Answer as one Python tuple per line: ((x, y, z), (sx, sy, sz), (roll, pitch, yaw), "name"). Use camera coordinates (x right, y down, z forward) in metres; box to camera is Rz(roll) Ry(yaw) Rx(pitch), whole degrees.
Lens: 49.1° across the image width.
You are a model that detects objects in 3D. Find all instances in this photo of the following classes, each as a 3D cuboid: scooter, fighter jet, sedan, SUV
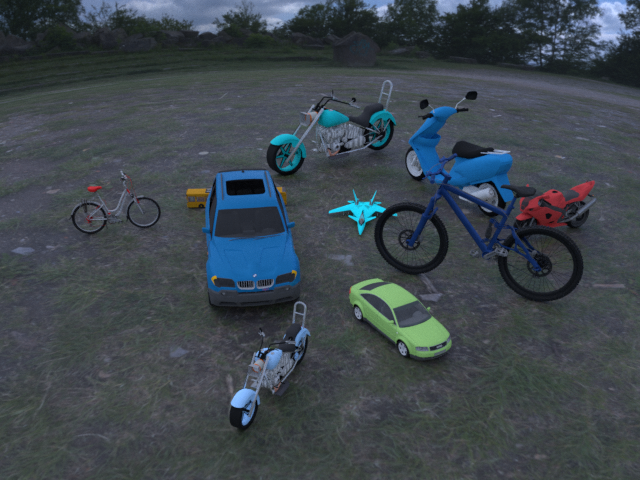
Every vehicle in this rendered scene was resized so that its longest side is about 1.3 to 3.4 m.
((2.385, -1.573, 12.212), (1.288, 1.786, 2.721), (-15, 30, -28), "scooter")
((0.710, -0.461, 11.656), (1.147, 0.286, 1.358), (3, 26, 6), "fighter jet")
((0.972, 0.912, 8.658), (0.635, 0.483, 1.613), (-15, 30, -28), "sedan")
((-1.030, -0.132, 10.041), (1.276, 1.128, 3.058), (-4, 27, -8), "SUV")

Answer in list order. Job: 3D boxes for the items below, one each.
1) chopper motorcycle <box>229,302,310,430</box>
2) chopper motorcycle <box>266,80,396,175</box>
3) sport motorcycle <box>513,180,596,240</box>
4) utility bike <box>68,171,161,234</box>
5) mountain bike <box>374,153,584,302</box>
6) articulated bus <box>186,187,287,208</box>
((-0.520, 1.320, 7.519), (0.466, 0.761, 1.563), (12, 29, 23), "chopper motorcycle")
((0.282, -2.253, 13.935), (3.040, 1.480, 0.906), (-17, 31, -31), "chopper motorcycle")
((3.709, -0.487, 11.105), (1.520, 0.821, 0.506), (-12, 29, -22), "sport motorcycle")
((-3.302, -0.601, 11.196), (1.435, 0.946, 0.535), (-6, 27, -13), "utility bike")
((2.082, -0.124, 9.393), (2.857, 1.688, 1.114), (12, 29, 22), "mountain bike")
((-1.461, -0.746, 12.229), (1.749, 0.289, 0.311), (-1, 26, -3), "articulated bus")
